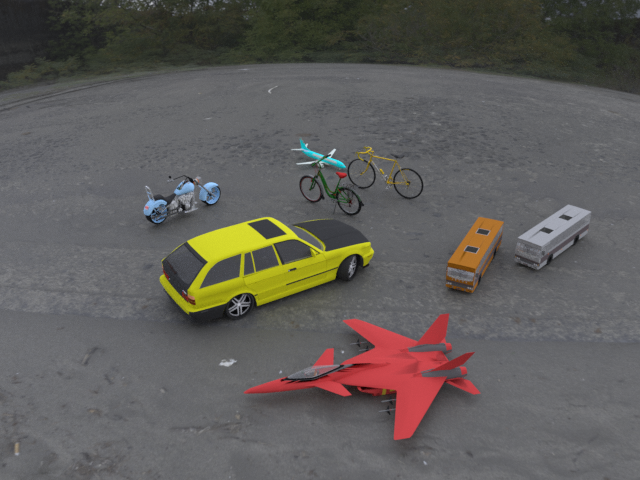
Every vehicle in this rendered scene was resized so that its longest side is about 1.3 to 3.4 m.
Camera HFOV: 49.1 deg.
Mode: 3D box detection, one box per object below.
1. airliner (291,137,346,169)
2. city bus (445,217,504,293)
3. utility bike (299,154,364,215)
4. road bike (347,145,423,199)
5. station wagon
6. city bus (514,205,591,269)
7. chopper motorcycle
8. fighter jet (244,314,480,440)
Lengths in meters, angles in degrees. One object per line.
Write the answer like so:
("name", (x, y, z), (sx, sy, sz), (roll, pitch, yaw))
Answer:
("airliner", (0.033, -1.764, 14.334), (1.307, 0.429, 1.161), (24, 36, 37))
("city bus", (2.351, 0.212, 10.571), (0.476, 0.460, 1.674), (13, 31, 23))
("utility bike", (0.156, -0.948, 12.242), (1.435, 0.946, 0.535), (20, 34, 33))
("road bike", (1.193, -1.250, 12.913), (1.545, 0.852, 0.358), (15, 31, 26))
("station wagon", (-0.688, 0.219, 10.066), (3.105, 0.920, 1.327), (-17, 32, -29))
("city bus", (3.691, -0.048, 11.063), (0.476, 0.460, 1.674), (24, 36, 38))
("chopper motorcycle", (-2.374, -0.789, 12.139), (0.466, 0.761, 1.563), (24, 36, 37))
("fighter jet", (0.421, 1.453, 8.126), (2.640, 0.557, 2.229), (-6, 28, -11))
